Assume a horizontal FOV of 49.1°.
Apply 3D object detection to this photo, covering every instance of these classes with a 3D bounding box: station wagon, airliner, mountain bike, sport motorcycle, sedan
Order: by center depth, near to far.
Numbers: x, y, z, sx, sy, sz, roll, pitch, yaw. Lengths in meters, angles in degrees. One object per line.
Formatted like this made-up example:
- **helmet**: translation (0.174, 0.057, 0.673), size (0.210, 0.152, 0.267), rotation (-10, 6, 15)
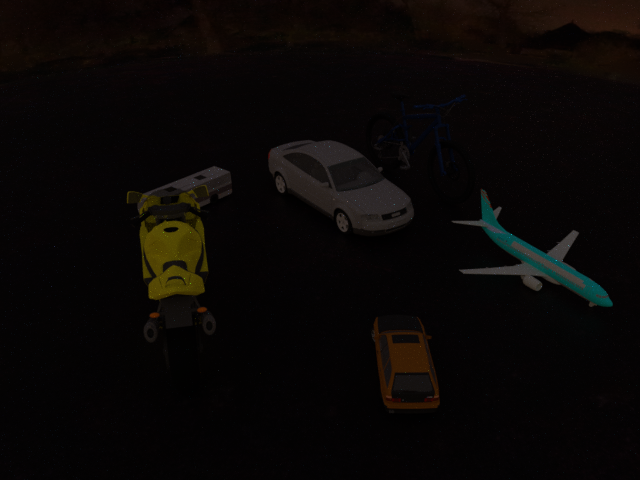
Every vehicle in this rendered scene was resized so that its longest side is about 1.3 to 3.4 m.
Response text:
- **station wagon**: translation (0.945, 1.278, 7.867), size (0.682, 0.473, 1.597), rotation (0, 28, -1)
- **sport motorcycle**: translation (-1.697, 0.427, 8.265), size (0.983, 1.596, 2.955), rotation (-6, 29, -11)
- **airliner**: translation (3.024, 0.105, 9.668), size (2.257, 0.835, 2.541), rotation (-16, 32, -27)
- **sedan**: translation (0.285, -1.016, 11.643), size (1.235, 0.940, 3.137), rotation (-18, 33, -30)
- **mountain bike**: translation (1.688, -1.740, 12.201), size (1.114, 1.688, 2.857), rotation (-17, 33, -29)

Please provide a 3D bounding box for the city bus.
- **city bus**: translation (-2.214, -0.728, 11.613), size (0.476, 0.460, 1.674), rotation (22, 35, 35)
